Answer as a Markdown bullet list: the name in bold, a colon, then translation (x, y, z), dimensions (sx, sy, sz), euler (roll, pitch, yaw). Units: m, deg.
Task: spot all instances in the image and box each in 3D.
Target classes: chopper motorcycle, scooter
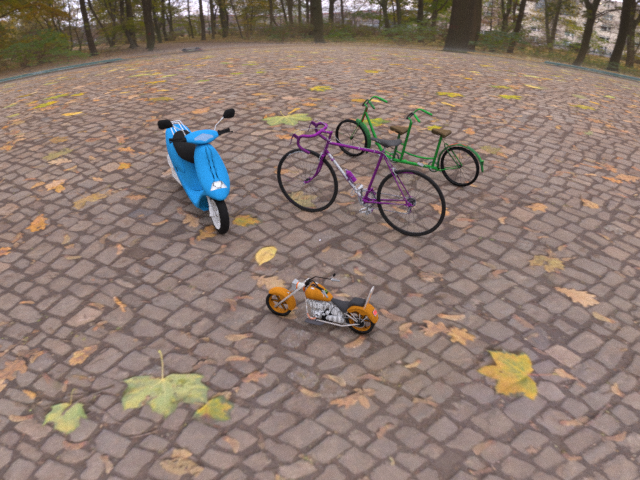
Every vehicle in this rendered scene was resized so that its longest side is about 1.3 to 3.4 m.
- **chopper motorcycle**: translation (0.012, 0.783, 9.141), dimensions (1.563, 0.761, 0.466), euler (12, 32, 19)
- **scooter**: translation (-2.095, -1.369, 11.805), dimensions (1.288, 1.786, 2.721), euler (-14, 33, -23)

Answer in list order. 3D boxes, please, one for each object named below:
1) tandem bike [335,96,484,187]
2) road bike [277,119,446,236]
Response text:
- **tandem bike**: translation (1.612, -1.903, 13.175), dimensions (3.192, 1.326, 0.550), euler (20, 36, 30)
- **road bike**: translation (0.606, -1.002, 11.307), dimensions (3.004, 1.656, 0.697), euler (14, 33, 23)
